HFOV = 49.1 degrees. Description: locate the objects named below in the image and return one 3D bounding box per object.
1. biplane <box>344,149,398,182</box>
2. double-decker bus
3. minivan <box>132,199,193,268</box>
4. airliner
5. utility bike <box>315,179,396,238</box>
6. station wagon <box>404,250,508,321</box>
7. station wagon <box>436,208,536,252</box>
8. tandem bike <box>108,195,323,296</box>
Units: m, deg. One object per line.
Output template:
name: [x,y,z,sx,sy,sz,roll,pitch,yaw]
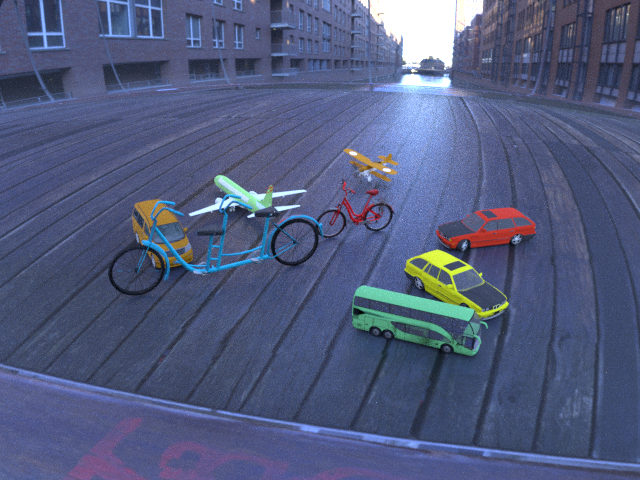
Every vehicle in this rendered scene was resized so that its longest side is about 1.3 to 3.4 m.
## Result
biplane: [1.108,-1.482,14.068,1.336,0.504,1.090,23,33,39]
double-decker bus: [1.217,1.007,8.733,1.672,0.541,0.389,11,27,22]
minivan: [-2.498,-0.107,11.013,0.681,0.616,1.548,-13,28,-25]
airliner: [-1.386,-0.939,12.525,2.257,0.835,2.541,-14,29,-27]
utility bike: [0.618,-0.493,11.446,1.435,0.946,0.535,-9,27,-18]
station wagon: [1.881,0.575,9.730,0.682,0.473,1.597,-16,29,-30]
station wagon: [2.692,-0.205,11.389,1.597,0.473,0.682,-7,26,-14]
tandem bike: [-1.418,-0.021,9.995,3.192,1.326,0.550,-10,27,-21]
